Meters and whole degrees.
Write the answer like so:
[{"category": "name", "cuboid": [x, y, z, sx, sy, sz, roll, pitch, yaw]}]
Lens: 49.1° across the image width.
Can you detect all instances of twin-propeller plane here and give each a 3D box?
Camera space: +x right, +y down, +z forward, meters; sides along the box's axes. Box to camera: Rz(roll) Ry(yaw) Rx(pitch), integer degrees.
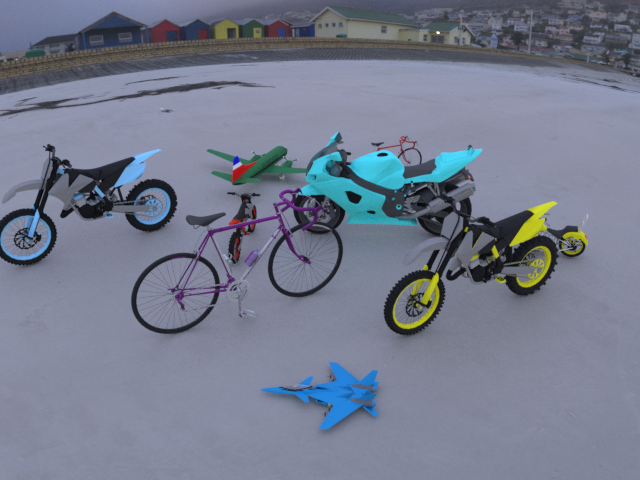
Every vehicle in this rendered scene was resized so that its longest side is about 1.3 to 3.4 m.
[{"category": "twin-propeller plane", "cuboid": [-1.132, -1.519, 13.395, 2.663, 0.792, 2.129, 12, 30, 22]}]

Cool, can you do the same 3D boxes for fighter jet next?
[{"category": "fighter jet", "cuboid": [-0.010, 1.679, 7.942, 1.358, 0.286, 1.147, 3, 28, 5]}]

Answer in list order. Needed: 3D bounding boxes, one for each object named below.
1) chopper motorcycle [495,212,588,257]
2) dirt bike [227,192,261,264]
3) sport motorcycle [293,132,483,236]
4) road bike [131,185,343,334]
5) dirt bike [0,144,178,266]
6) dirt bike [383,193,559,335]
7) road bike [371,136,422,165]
[{"category": "chopper motorcycle", "cuboid": [3.340, -0.137, 10.840, 1.563, 0.761, 0.466, 7, 29, 13]}, {"category": "dirt bike", "cuboid": [-1.221, -0.283, 11.011, 0.527, 0.857, 1.493, 4, 28, 8]}, {"category": "sport motorcycle", "cuboid": [1.040, -0.810, 11.212, 2.955, 1.596, 0.983, 1, 28, 1]}, {"category": "road bike", "cuboid": [-1.001, 0.262, 9.142, 3.004, 1.656, 0.697, -14, 31, -25]}, {"category": "dirt bike", "cuboid": [-3.582, -0.627, 10.796, 2.903, 1.666, 1.024, -18, 33, -31]}, {"category": "dirt bike", "cuboid": [2.083, 0.255, 9.143, 2.903, 1.666, 1.024, -15, 31, -25]}, {"category": "road bike", "cuboid": [1.293, -1.520, 13.333, 1.545, 0.852, 0.358, -13, 31, -22]}]
